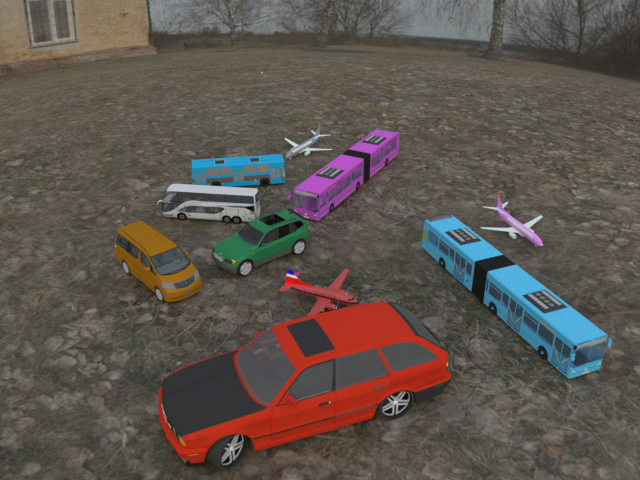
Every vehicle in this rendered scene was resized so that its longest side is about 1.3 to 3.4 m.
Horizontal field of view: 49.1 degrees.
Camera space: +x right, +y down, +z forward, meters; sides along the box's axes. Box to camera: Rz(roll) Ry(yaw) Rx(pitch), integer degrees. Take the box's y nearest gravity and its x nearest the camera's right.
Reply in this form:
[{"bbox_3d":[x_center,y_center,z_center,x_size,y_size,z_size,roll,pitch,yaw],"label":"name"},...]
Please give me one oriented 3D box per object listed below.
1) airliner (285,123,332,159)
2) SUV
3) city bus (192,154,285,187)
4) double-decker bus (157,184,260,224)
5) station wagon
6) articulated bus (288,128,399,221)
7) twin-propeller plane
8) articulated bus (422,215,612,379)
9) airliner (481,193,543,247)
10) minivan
[{"bbox_3d":[-0.322,-1.993,14.180,1.161,0.429,1.307,17,33,28],"label":"airliner"},{"bbox_3d":[-0.857,-0.006,10.412,1.572,0.580,0.656,-21,35,-34],"label":"SUV"},{"bbox_3d":[-1.488,-1.227,12.755,1.674,0.460,0.476,-5,29,-8],"label":"city bus"},{"bbox_3d":[-1.823,-0.607,11.545,1.672,0.541,0.389,4,29,7],"label":"double-decker bus"},{"bbox_3d":[-0.168,1.412,7.481,3.105,0.920,1.327,-11,31,-19],"label":"station wagon"},{"bbox_3d":[0.555,-1.264,12.719,0.605,0.561,3.401,15,32,25],"label":"articulated bus"},{"bbox_3d":[0.021,0.668,9.365,1.095,0.407,1.370,12,31,21],"label":"twin-propeller plane"},{"bbox_3d":[2.420,0.612,9.309,0.605,0.561,3.401,-11,31,-20],"label":"articulated bus"},{"bbox_3d":[3.149,-0.311,11.122,1.161,0.429,1.307,-11,31,-18],"label":"airliner"},{"bbox_3d":[-2.289,0.288,9.841,0.681,0.616,1.548,-23,36,-36],"label":"minivan"}]
